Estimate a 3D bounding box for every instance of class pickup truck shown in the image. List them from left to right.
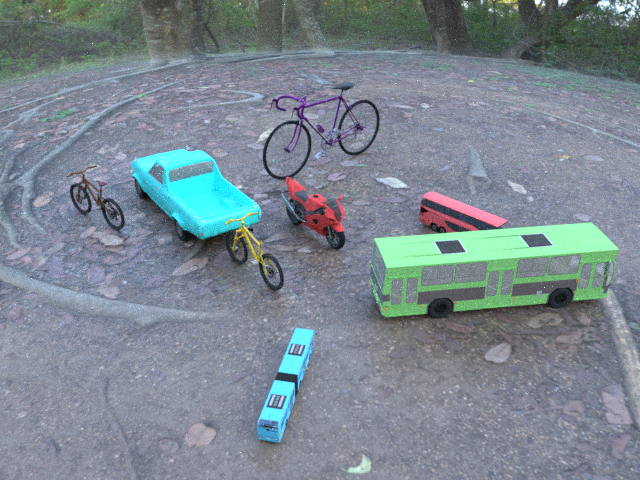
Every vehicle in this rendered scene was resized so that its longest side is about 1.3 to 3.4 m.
[{"bbox_3d":[-2.216,-0.913,12.011,1.244,0.993,3.117,-18,34,-28],"label":"pickup truck"}]

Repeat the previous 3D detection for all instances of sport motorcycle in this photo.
[{"bbox_3d":[-0.091,-0.445,11.364,0.506,0.821,1.520,-21,36,-32],"label":"sport motorcycle"}]

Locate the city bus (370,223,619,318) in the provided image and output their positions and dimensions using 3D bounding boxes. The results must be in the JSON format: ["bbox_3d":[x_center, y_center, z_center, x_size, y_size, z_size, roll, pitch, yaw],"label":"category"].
[{"bbox_3d":[2.376,0.436,9.744,3.255,0.894,0.926,-4,30,-7],"label":"city bus"}]

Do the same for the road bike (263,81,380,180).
[{"bbox_3d":[0.091,-2.199,13.600,3.004,1.656,0.696,-23,37,-34],"label":"road bike"}]

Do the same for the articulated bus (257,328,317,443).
[{"bbox_3d":[-0.369,1.650,8.224,0.311,0.289,1.749,6,30,10],"label":"articulated bus"}]

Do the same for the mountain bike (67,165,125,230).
[{"bbox_3d":[-3.782,-0.706,11.774,1.469,0.868,0.573,22,36,33],"label":"mountain bike"}]

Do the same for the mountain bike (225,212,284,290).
[{"bbox_3d":[-0.984,0.147,10.277,0.573,0.868,1.469,-22,36,-33],"label":"mountain bike"}]

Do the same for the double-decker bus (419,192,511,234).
[{"bbox_3d":[2.358,-0.268,11.337,0.389,0.541,1.672,-26,39,-38],"label":"double-decker bus"}]
